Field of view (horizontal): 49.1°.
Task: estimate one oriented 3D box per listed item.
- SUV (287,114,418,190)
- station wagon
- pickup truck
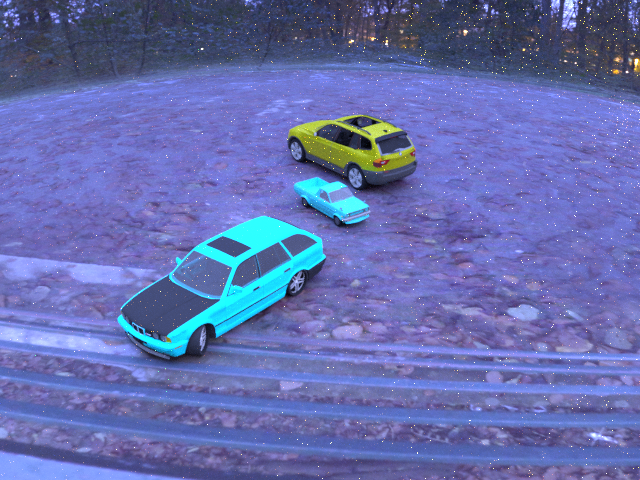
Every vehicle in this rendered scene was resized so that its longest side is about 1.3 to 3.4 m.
[{"bbox_3d":[0.588,-1.955,14.087,1.276,1.128,3.058,-20,34,-33],"label":"SUV"},{"bbox_3d":[-1.279,0.505,9.612,1.327,0.920,3.105,21,34,34],"label":"station wagon"},{"bbox_3d":[0.192,-0.756,12.463,0.640,0.511,1.603,-19,33,-31],"label":"pickup truck"}]
